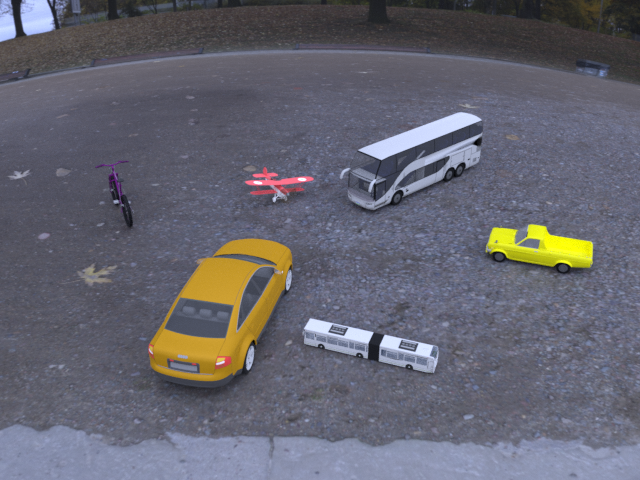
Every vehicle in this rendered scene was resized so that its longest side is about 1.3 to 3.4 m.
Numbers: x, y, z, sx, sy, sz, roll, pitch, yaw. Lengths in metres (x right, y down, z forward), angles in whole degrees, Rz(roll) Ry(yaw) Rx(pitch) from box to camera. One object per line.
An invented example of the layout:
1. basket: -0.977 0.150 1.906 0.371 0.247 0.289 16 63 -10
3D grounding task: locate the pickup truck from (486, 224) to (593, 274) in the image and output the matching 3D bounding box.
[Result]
1. pickup truck: 3.420 0.086 10.903 1.603 0.511 0.640 10 32 17

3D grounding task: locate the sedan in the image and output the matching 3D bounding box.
1. sedan: -1.216 0.730 9.371 1.235 0.940 3.137 7 31 12

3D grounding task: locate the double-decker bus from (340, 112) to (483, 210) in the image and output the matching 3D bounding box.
1. double-decker bus: 1.803 -1.491 13.072 3.251 1.052 0.756 -24 38 -35

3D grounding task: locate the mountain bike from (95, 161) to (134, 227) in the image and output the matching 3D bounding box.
1. mountain bike: -3.479 -0.832 12.124 0.573 0.868 1.469 -15 33 -23

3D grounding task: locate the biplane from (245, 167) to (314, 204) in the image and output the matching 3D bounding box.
1. biplane: -0.795 -1.017 12.802 1.336 0.504 1.090 -16 34 -25

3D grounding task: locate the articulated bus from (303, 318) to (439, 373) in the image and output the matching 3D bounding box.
1. articulated bus: 0.626 1.345 8.962 1.749 0.289 0.311 10 32 17
